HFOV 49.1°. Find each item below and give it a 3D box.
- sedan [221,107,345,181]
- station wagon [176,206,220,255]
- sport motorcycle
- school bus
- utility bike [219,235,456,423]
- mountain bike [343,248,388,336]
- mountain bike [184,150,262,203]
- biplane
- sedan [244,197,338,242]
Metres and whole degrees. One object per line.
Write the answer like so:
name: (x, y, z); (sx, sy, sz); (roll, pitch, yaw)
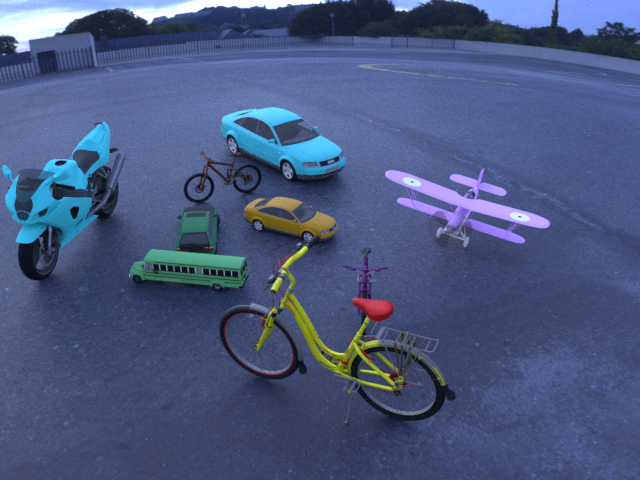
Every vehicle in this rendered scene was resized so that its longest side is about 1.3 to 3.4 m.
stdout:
sedan: (-0.789, -2.046, 14.028); (1.235, 0.940, 3.137); (-22, 36, -35)
station wagon: (-1.946, -0.210, 11.118); (0.682, 0.473, 1.597); (-3, 28, -5)
sport motorcycle: (-3.855, -0.663, 10.775); (0.983, 1.596, 2.955); (5, 29, 8)
school bus: (-1.895, 0.418, 9.996); (1.708, 0.434, 0.365); (5, 29, 9)
utility bike: (0.065, 1.042, 7.362); (2.791, 1.839, 1.039); (12, 31, 21)
mountain bike: (0.590, 0.589, 9.223); (0.573, 0.868, 1.469); (2, 28, 4)
mountain bike: (-1.726, -1.150, 12.443); (1.469, 0.868, 0.573); (-14, 31, -24)
biplane: (2.371, -0.538, 11.192); (2.598, 0.981, 2.120); (12, 31, 21)
sedan: (-0.474, -0.384, 11.430); (1.613, 0.483, 0.635); (14, 31, 24)
